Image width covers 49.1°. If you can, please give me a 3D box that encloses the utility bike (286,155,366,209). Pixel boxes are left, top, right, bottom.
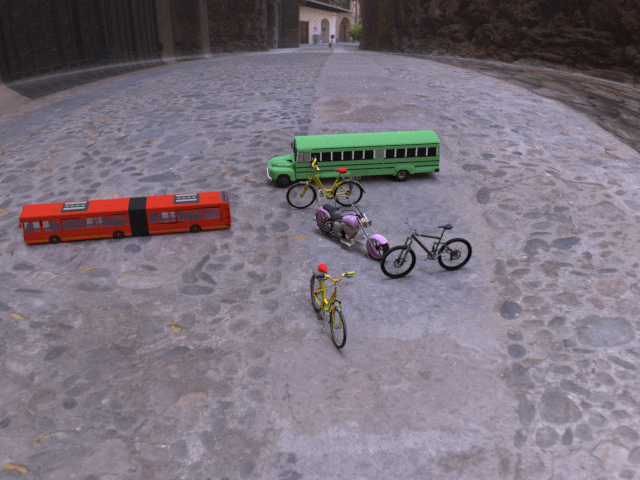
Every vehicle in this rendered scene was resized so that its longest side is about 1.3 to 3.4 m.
[{"bbox_3d":[0.119,-0.959,12.336,1.435,0.946,0.535,-3,30,-6],"label":"utility bike"}]

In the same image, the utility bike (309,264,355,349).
[{"bbox_3d":[0.143,0.742,9.353,0.535,0.946,1.435,-9,31,-16],"label":"utility bike"}]

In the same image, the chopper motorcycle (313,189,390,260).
[{"bbox_3d":[0.497,-0.251,11.280,0.466,0.761,1.563,-26,39,-37],"label":"chopper motorcycle"}]

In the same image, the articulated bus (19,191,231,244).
[{"bbox_3d":[-3.216,-0.387,11.721,3.401,0.561,0.605,-5,30,-8],"label":"articulated bus"}]

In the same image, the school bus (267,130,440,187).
[{"bbox_3d":[0.631,-1.598,13.558,3.322,0.844,0.709,-4,30,-6],"label":"school bus"}]

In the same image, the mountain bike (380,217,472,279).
[{"bbox_3d":[1.611,0.138,10.491,1.469,0.868,0.573,-7,30,-12],"label":"mountain bike"}]
